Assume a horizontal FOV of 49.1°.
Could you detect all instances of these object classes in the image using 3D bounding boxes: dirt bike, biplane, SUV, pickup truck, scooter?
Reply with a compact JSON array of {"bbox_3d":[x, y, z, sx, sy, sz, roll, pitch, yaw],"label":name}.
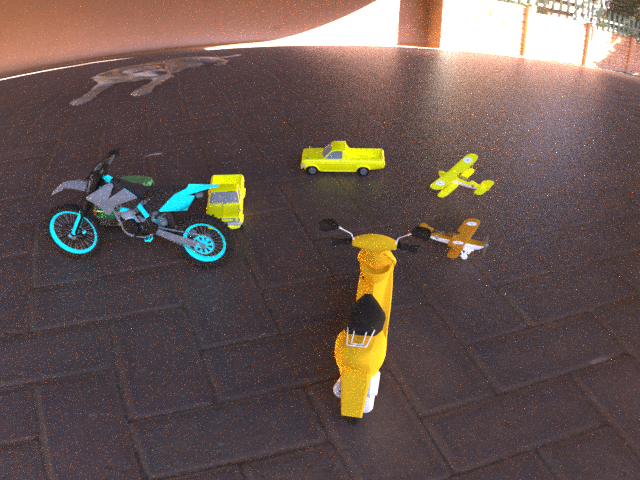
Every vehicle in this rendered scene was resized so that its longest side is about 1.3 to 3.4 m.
[{"bbox_3d":[-2.666,-0.365,10.094,2.903,1.666,1.024,4,31,6],"label":"dirt bike"},{"bbox_3d":[2.505,-1.039,12.366,1.090,0.504,1.336,24,38,35],"label":"biplane"},{"bbox_3d":[-3.299,-0.752,11.808,0.656,0.580,1.572,3,31,5],"label":"SUV"},{"bbox_3d":[-1.589,-0.705,11.797,0.640,0.511,1.603,-2,31,-3],"label":"pickup truck"},{"bbox_3d":[0.431,-1.568,13.250,1.603,0.511,0.640,1,31,2],"label":"pickup truck"},{"bbox_3d":[2.027,-0.025,10.658,1.090,0.504,1.336,13,33,21],"label":"biplane"},{"bbox_3d":[0.567,0.734,8.125,1.288,1.786,2.721,5,31,9],"label":"scooter"}]
